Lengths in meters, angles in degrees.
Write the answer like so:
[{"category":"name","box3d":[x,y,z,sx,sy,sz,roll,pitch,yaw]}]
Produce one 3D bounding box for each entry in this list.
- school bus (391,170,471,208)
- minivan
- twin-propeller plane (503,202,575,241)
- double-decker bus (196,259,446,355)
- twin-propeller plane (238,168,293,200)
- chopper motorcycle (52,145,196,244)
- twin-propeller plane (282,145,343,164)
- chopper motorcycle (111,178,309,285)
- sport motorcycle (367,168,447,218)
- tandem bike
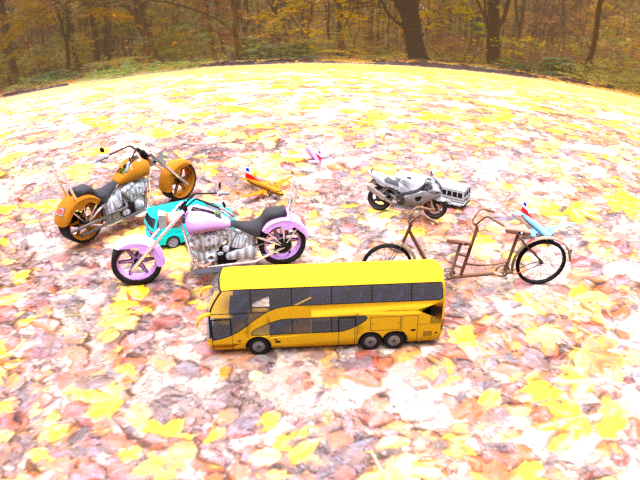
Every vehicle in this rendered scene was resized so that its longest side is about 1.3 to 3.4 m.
[{"category":"school bus","box3d":[2.016,-0.992,13.403,1.708,0.434,0.365,16,32,27]},{"category":"minivan","box3d":[-2.213,-0.351,12.025,1.548,0.616,0.681,-15,32,-25]},{"category":"twin-propeller plane","box3d":[3.756,-0.286,12.124,1.370,0.407,1.095,-7,29,-13]},{"category":"double-decker bus","box3d":[0.017,0.871,9.303,3.251,1.052,0.756,-2,28,-4]},{"category":"twin-propeller plane","box3d":[-1.091,-1.094,13.620,1.095,0.407,1.370,24,36,37]},{"category":"chopper motorcycle","box3d":[-3.355,-1.011,12.338,0.906,1.480,3.040,18,33,30]},{"category":"twin-propeller plane","box3d":[-0.133,-1.886,15.088,1.370,0.407,1.095,-8,29,-15]},{"category":"chopper motorcycle","box3d":[-1.673,-0.134,10.713,3.040,1.480,0.906,-6,29,-11]},{"category":"sport motorcycle","box3d":[1.573,-0.853,12.739,1.520,0.821,0.506,10,30,18]},{"category":"tandem bike","box3d":[2.206,0.126,10.395,3.192,1.326,0.550,-2,28,-3]}]
